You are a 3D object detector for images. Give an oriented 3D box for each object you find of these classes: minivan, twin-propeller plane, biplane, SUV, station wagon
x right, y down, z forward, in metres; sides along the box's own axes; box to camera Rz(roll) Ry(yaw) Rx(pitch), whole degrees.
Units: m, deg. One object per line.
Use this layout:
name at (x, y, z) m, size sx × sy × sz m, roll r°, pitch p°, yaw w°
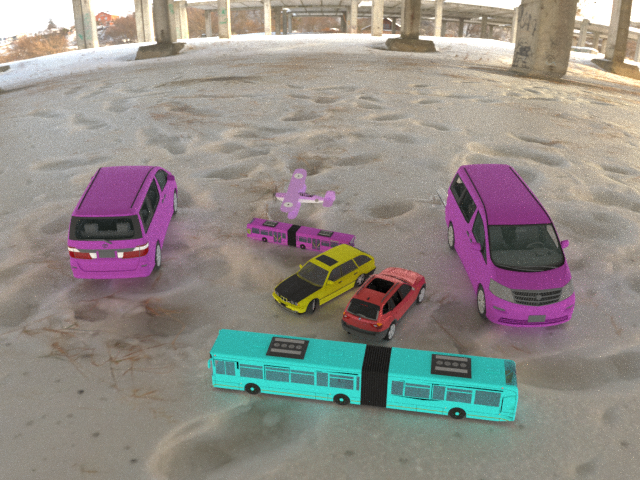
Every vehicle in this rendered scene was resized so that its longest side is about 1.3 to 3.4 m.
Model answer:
minivan at (2.621, -0.011, 9.904) m, size 1.324 × 1.197 × 3.011 m, roll -2°, pitch 29°, yaw -3°
minivan at (-2.962, -0.503, 10.805) m, size 1.324 × 1.197 × 3.011 m, roll -1°, pitch 29°, yaw -2°
twin-propeller plane at (2.164, -0.714, 12.012) m, size 1.370 × 0.407 × 1.095 m, roll -2°, pitch 29°, yaw -4°
biplane at (-0.280, -0.713, 11.908) m, size 1.090 × 0.504 × 1.336 m, roll 5°, pitch 29°, yaw 9°
SUV at (0.863, 0.740, 9.175) m, size 0.656 × 0.580 × 1.572 m, roll 16°, pitch 32°, yaw 26°
station wagon at (0.067, 0.492, 9.738) m, size 0.682 × 0.473 × 1.597 m, roll 26°, pitch 38°, yaw 38°

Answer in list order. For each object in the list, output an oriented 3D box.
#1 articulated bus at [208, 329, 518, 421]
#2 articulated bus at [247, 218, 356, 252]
articulated bus at (0.437, 1.494, 7.817) m, size 3.401 × 0.561 × 0.605 m, roll 5°, pitch 29°, yaw 9°
articulated bus at (-0.304, -0.051, 10.924) m, size 1.749 × 0.289 × 0.311 m, roll 10°, pitch 30°, yaw 18°
